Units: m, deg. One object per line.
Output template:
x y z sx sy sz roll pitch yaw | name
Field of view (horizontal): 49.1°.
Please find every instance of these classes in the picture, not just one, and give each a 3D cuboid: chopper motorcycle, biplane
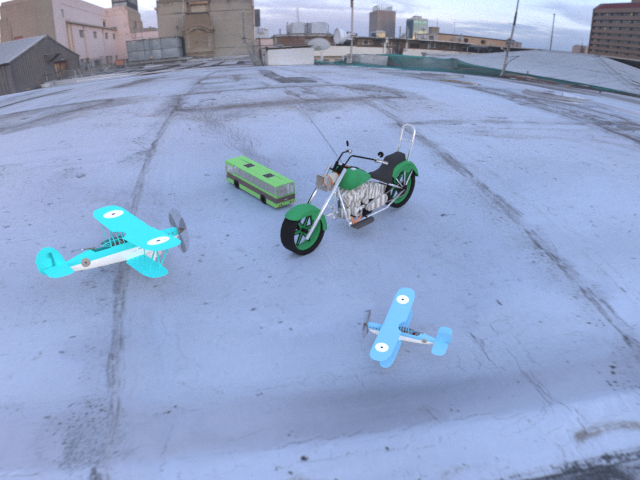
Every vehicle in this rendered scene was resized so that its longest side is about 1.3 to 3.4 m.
0.547 -0.852 11.251 0.906 1.480 3.040 24 36 39 | chopper motorcycle
1.034 1.145 8.435 1.090 0.504 1.336 10 29 19 | biplane
-2.902 0.135 9.879 2.120 0.981 2.598 -18 32 -31 | biplane

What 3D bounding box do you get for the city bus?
-1.110 -1.055 12.762 0.476 0.460 1.674 -20 33 -33 | city bus
